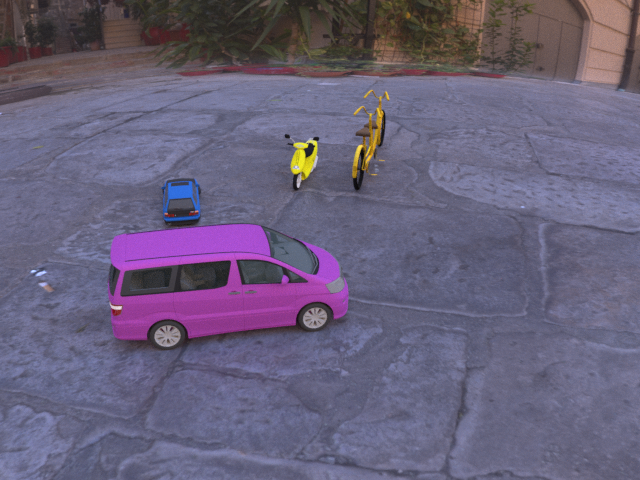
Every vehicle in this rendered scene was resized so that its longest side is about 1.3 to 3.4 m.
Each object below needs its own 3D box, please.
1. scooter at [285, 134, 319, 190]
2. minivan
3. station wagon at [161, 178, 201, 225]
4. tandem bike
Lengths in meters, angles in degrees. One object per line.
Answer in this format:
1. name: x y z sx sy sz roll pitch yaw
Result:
1. scooter: -0.293 -1.574 13.133 0.662 0.919 1.399 7 28 13
2. minivan: -1.133 0.481 8.904 3.011 1.197 1.324 -6 28 -11
3. station wagon: -2.392 -0.765 12.067 0.682 0.473 1.597 -5 28 -9
4. tandem bike: 0.986 -2.046 13.595 0.550 1.326 3.192 7 28 13
